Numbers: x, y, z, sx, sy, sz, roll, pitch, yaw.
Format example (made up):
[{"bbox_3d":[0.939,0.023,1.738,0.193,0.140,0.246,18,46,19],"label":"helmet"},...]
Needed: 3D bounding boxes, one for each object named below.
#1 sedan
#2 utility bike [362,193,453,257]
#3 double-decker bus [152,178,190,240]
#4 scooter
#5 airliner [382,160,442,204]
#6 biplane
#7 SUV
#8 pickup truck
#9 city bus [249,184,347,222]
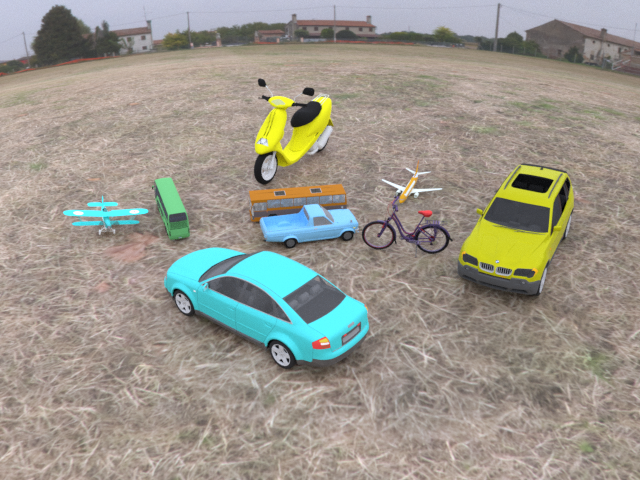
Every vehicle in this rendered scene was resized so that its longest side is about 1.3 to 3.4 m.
[{"bbox_3d":[-0.807,0.695,9.332,3.137,0.940,1.235,21,35,33],"label":"sedan"},{"bbox_3d":[1.366,-0.191,10.920,1.435,0.946,0.535,4,29,8],"label":"utility bike"},{"bbox_3d":[-2.569,-0.576,12.028,0.389,0.541,1.672,-10,31,-17],"label":"double-decker bus"},{"bbox_3d":[-0.494,-2.307,13.859,1.288,1.786,2.721,17,33,27],"label":"scooter"},{"bbox_3d":[1.674,-1.068,13.028,1.161,0.429,1.307,11,31,18],"label":"airliner"},{"bbox_3d":[-3.583,-0.412,11.771,1.336,0.504,1.090,-11,31,-19],"label":"biplane"},{"bbox_3d":[3.128,-0.265,10.865,1.276,1.128,3.058,14,32,24],"label":"SUV"},{"bbox_3d":[-0.174,-0.272,11.513,1.603,0.511,0.640,-7,30,-13],"label":"pickup truck"},{"bbox_3d":[-0.390,-0.630,12.209,1.674,0.460,0.476,-5,29,-9],"label":"city bus"}]
